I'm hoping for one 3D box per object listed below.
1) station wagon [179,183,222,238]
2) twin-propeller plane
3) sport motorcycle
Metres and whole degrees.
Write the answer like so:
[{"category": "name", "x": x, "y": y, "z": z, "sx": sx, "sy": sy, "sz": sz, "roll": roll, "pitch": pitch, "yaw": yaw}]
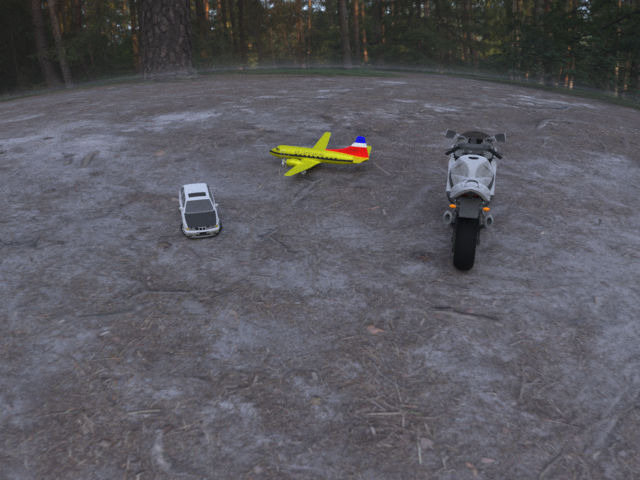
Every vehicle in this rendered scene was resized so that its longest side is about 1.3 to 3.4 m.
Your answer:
[{"category": "station wagon", "x": -2.098, "y": -0.555, "z": 12.072, "sx": 0.682, "sy": 0.473, "sz": 1.597, "roll": -6, "pitch": 28, "yaw": -12}, {"category": "twin-propeller plane", "x": -0.042, "y": -1.808, "z": 14.164, "sx": 2.129, "sy": 0.792, "sz": 2.663, "roll": 8, "pitch": 28, "yaw": 16}, {"category": "sport motorcycle", "x": 2.395, "y": -0.735, "z": 11.193, "sx": 0.983, "sy": 1.596, "sz": 2.955, "roll": 6, "pitch": 28, "yaw": 11}]
